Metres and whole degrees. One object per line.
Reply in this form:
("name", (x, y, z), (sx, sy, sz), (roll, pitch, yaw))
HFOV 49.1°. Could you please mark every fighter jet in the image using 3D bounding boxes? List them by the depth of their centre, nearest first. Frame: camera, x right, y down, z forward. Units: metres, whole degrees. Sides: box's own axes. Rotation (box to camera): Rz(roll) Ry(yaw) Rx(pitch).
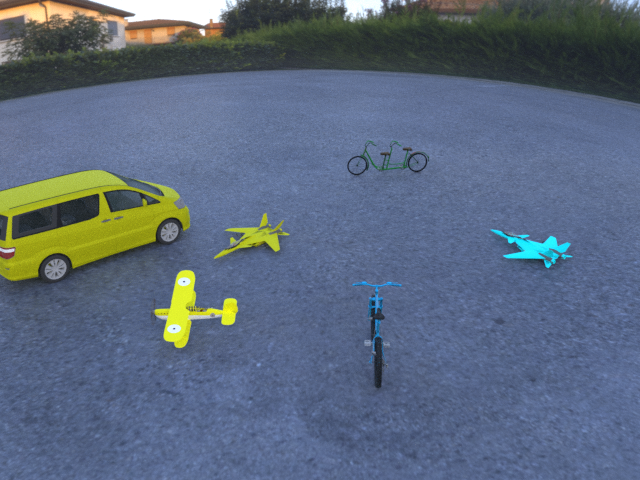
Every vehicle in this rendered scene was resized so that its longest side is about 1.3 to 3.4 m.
("fighter jet", (3.165, 0.002, 10.806), (1.147, 0.286, 1.358), (-18, 32, -32))
("fighter jet", (-1.144, -0.031, 10.871), (1.147, 0.286, 1.358), (21, 33, 36))

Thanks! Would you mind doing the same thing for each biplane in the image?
("biplane", (-1.570, 0.918, 8.724), (1.090, 0.504, 1.336), (-1, 27, -1))

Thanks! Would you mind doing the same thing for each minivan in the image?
("minivan", (-3.442, -0.371, 10.532), (3.011, 1.197, 1.324), (-21, 33, -36))

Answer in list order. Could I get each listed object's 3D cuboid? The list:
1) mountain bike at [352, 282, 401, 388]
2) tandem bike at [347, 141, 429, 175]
("mountain bike", (0.658, 1.017, 8.117), (0.573, 0.868, 1.469), (1, 27, 1))
("tandem bike", (1.337, -1.608, 13.590), (1.642, 0.682, 0.283), (-4, 27, -8))
